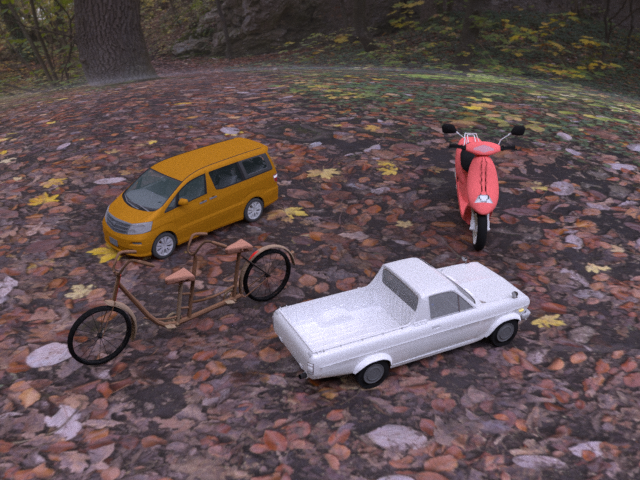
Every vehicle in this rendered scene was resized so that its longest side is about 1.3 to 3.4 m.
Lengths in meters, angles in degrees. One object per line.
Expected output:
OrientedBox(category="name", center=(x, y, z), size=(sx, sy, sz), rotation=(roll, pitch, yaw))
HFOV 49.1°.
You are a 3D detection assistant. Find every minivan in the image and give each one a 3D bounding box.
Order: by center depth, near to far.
OrientedBox(category="minivan", center=(-2.087, -0.742, 11.431), size=(1.324, 1.197, 3.011), rotation=(23, 35, 38))

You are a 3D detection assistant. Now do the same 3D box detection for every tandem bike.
OrientedBox(category="tandem bike", center=(-1.608, 0.547, 8.721), size=(3.192, 1.326, 0.550), rotation=(-19, 32, -33))

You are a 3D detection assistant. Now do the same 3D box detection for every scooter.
OrientedBox(category="scooter", center=(2.572, -1.130, 11.546), size=(1.288, 1.786, 2.721), rotation=(2, 27, 4))

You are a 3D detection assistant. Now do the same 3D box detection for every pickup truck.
OrientedBox(category="pickup truck", center=(1.027, 0.856, 8.475), size=(3.117, 0.993, 1.244), rotation=(-12, 29, -23))
